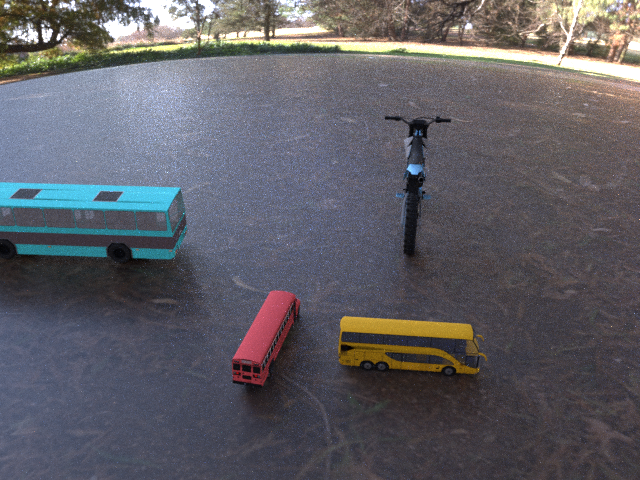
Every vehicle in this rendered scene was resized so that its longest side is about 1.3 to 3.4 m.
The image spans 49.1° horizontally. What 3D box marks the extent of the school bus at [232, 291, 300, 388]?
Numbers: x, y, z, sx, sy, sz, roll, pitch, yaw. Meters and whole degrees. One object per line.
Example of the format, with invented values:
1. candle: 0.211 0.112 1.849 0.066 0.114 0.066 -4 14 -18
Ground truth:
1. school bus: -0.599 1.090 8.355 0.365 0.434 1.708 7 29 12

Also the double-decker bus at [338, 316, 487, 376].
1. double-decker bus: 1.045 1.213 8.018 1.672 0.541 0.389 3 29 5

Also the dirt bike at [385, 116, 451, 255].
1. dirt bike: 1.473 -1.035 10.978 1.024 1.666 2.903 4 29 8

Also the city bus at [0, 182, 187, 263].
1. city bus: -3.681 -0.262 10.363 3.255 0.894 0.926 2 29 3
